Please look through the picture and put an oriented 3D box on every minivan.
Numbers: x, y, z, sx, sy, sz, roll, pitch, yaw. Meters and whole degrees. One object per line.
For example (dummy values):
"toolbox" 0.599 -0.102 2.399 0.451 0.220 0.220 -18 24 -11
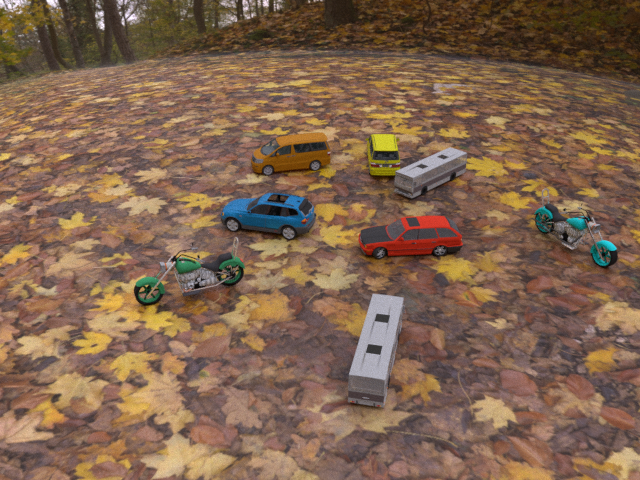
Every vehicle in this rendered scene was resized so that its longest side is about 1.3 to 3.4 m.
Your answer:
"minivan" -0.581 -1.698 13.663 1.548 0.616 0.681 -7 30 -13
"minivan" 1.243 -1.755 13.765 0.681 0.616 1.548 1 29 1

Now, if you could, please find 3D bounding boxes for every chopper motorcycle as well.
"chopper motorcycle" -1.803 0.429 9.697 1.563 0.761 0.466 -11 31 -19
"chopper motorcycle" 3.946 -0.196 10.819 0.466 0.761 1.563 -16 33 -27

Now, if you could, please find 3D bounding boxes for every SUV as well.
"SUV" -0.851 -0.458 11.474 1.572 0.580 0.656 8 30 14

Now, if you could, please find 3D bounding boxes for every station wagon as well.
"station wagon" 1.396 -0.077 10.901 1.597 0.473 0.682 -3 29 -5

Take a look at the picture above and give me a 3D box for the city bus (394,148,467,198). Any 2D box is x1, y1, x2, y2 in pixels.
"city bus" 2.070 -1.242 13.005 1.674 0.460 0.476 -26 38 -38

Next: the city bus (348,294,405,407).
"city bus" 0.696 1.305 8.435 0.476 0.460 1.674 6 30 11
